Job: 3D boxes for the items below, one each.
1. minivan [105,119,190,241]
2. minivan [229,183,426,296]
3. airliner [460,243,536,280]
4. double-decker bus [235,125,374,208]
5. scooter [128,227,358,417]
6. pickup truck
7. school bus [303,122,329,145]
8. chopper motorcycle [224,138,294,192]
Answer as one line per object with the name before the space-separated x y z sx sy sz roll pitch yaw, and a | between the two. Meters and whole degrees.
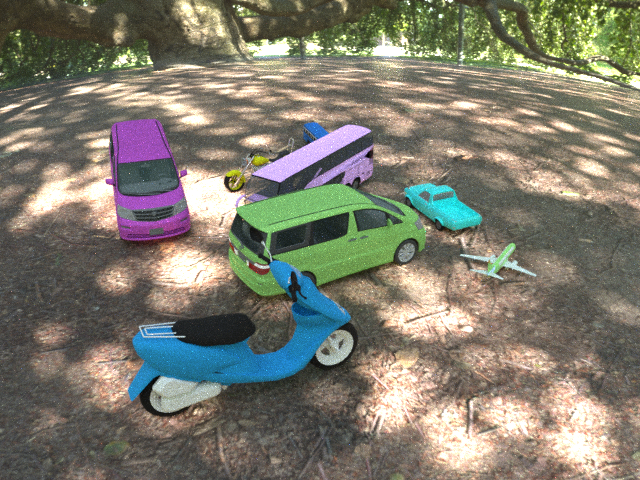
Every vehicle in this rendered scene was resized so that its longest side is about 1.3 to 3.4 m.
minivan | -3.008 -1.087 12.077 1.324 1.197 3.011 -8 29 -15
minivan | 0.181 -0.133 10.308 3.011 1.197 1.324 -16 32 -27
airliner | 2.708 0.228 10.448 1.161 0.429 1.307 16 32 28
double-decker bus | -0.138 -1.059 12.178 0.756 1.052 3.251 18 33 30
scooter | -0.782 0.954 7.672 2.721 1.786 1.288 -12 31 -22
pickup truck | 2.062 -0.613 11.921 0.640 0.511 1.603 -12 31 -22
school bus | 0.088 -1.973 14.524 0.365 0.434 1.708 -10 30 -18
chopper motorcycle | -1.103 -1.413 13.141 1.563 0.761 0.466 -19 34 -31
